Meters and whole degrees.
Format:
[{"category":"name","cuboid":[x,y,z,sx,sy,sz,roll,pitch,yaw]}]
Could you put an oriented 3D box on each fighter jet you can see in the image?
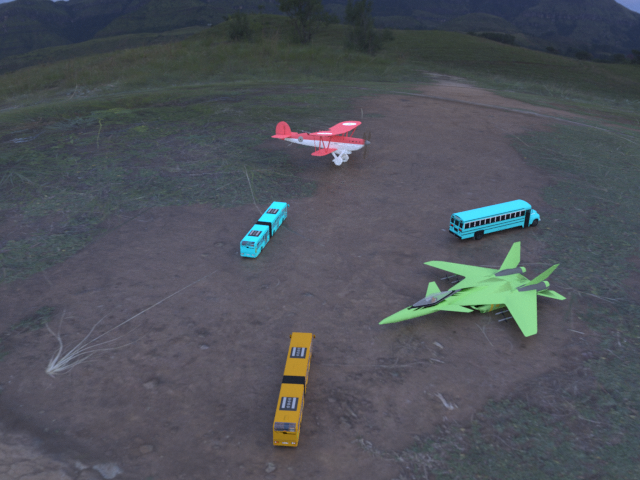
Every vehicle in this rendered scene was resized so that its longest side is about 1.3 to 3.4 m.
[{"category":"fighter jet","cuboid":[1.933,0.665,9.408,2.640,0.557,2.229,-12,28,-24]}]

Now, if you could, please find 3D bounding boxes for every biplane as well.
[{"category":"biplane","cuboid":[0.058,-2.136,14.869,2.120,0.981,2.598,8,26,17]}]

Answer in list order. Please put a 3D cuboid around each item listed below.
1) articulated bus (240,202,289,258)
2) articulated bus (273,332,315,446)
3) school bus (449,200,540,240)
[{"category":"articulated bus","cuboid":[-0.901,-0.194,11.552,0.311,0.289,1.749,6,26,13]},{"category":"articulated bus","cuboid":[-0.279,1.594,7.747,0.311,0.289,1.749,2,25,4]},{"category":"school bus","cuboid":[2.964,-0.351,11.715,1.708,0.434,0.365,-12,28,-24]}]
